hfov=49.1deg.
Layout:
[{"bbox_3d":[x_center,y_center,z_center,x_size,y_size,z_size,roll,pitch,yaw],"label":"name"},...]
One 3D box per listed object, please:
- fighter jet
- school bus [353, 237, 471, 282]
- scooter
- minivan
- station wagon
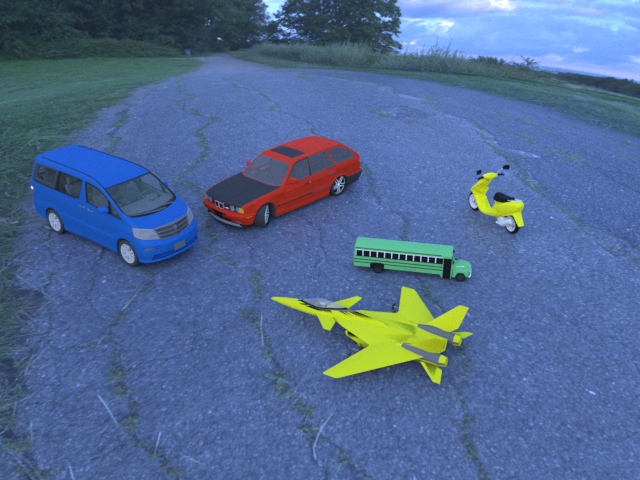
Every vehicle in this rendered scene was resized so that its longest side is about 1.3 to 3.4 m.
[{"bbox_3d":[0.484,0.928,8.791,2.640,0.557,2.229,15,30,26],"label":"fighter jet"},{"bbox_3d":[1.352,0.269,10.224,1.708,0.434,0.365,6,27,11],"label":"school bus"},{"bbox_3d":[2.928,-0.722,11.641,0.662,0.919,1.399,-12,29,-22],"label":"scooter"},{"bbox_3d":[-3.294,-0.611,11.114,3.011,1.197,1.324,19,32,33],"label":"minivan"},{"bbox_3d":[-0.625,-1.131,12.445,1.327,0.920,3.105,23,35,38],"label":"station wagon"}]
